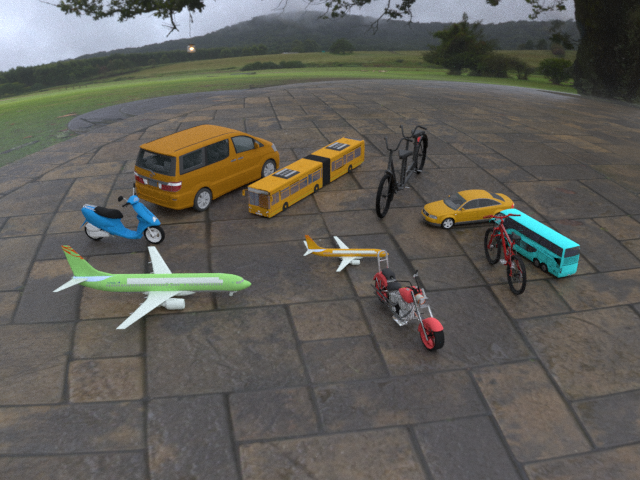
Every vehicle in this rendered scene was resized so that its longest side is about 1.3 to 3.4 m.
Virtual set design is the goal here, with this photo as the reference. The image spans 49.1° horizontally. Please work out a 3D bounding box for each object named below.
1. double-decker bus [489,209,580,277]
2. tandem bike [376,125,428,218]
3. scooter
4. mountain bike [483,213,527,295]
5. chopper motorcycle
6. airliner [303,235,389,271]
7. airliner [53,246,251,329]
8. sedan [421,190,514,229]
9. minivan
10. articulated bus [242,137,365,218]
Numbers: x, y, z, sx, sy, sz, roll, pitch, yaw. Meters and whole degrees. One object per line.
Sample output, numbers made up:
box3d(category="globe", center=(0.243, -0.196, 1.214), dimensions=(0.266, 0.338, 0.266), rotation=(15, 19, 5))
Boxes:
box3d(category="double-decker bus", center=(3.267, 0.007, 10.749), dimensions=(0.389, 0.541, 1.672), rotation=(-11, 28, -22))
box3d(category="tandem bike", center=(1.569, -1.482, 12.894), dimensions=(0.550, 1.326, 3.192), rotation=(10, 28, 20))
box3d(category="scooter", center=(-3.165, -0.384, 11.117), dimensions=(1.399, 0.919, 0.662), rotation=(4, 26, 7))
box3d(category="mountain bike", center=(2.672, 0.148, 10.089), dimensions=(0.573, 0.868, 1.469), rotation=(-4, 26, -8))
box3d(category="chopper motorcycle", center=(1.120, 0.755, 8.973), dimensions=(0.466, 0.761, 1.563), rotation=(-11, 28, -22))
box3d(category="airliner", center=(0.399, 0.114, 10.657), dimensions=(1.307, 0.429, 1.161), rotation=(0, 26, -1))
box3d(category="airliner", center=(-2.224, 0.427, 9.558), dimensions=(2.541, 0.835, 2.257), rotation=(-1, 26, -2))
box3d(category="sedan", center=(2.529, -0.571, 11.993), dimensions=(1.613, 0.483, 0.635), rotation=(-6, 27, -13))
box3d(category="minivan", center=(-2.012, -1.497, 13.071), dimensions=(1.324, 1.197, 3.011), rotation=(17, 31, 31))
box3d(category="articulated bus", center=(-0.181, -1.261, 13.312), dimensions=(0.605, 0.561, 3.401), rotation=(16, 30, 29))
